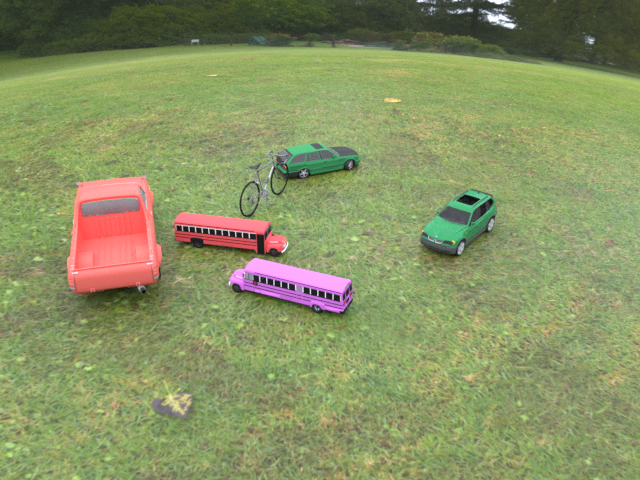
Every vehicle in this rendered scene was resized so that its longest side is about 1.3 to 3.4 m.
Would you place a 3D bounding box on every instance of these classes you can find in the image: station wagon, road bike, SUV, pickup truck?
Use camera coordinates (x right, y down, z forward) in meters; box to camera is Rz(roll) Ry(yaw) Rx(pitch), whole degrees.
[{"bbox_3d":[-0.026,-1.548,13.115,1.597,0.473,0.682,-12,31,-21],"label":"station wagon"},{"bbox_3d":[-0.919,-0.980,11.695,0.358,0.852,1.545,14,32,24],"label":"road bike"},{"bbox_3d":[2.158,-0.307,10.758,0.656,0.580,1.572,21,35,33],"label":"SUV"},{"bbox_3d":[-3.000,-0.223,10.179,1.244,0.993,3.117,-7,30,-13],"label":"pickup truck"}]

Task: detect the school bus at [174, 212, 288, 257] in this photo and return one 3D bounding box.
[{"bbox_3d":[-1.330,-0.092,10.520,1.708,0.434,0.365,6,30,11],"label":"school bus"}]

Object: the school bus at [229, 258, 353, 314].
[{"bbox_3d":[-0.417,0.591,9.282,1.708,0.434,0.365,12,31,21],"label":"school bus"}]
